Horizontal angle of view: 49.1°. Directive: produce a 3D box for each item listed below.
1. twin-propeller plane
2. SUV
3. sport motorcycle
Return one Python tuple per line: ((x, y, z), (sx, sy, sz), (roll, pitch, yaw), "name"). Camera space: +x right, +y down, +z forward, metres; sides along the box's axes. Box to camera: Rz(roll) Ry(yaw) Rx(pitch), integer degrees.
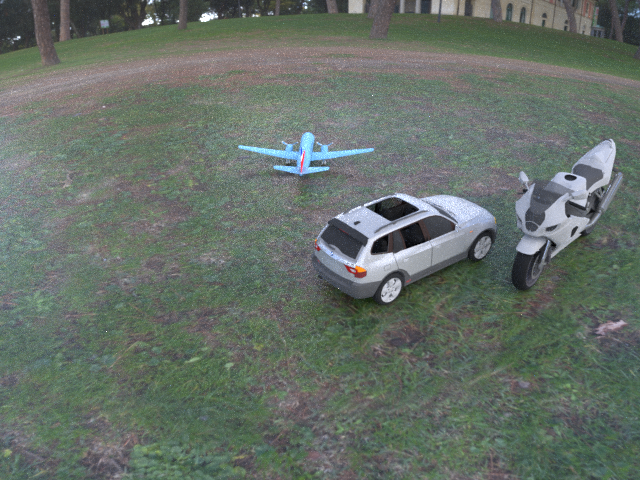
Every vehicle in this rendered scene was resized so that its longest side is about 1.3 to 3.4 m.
((-0.287, -1.756, 13.526), (2.663, 0.792, 2.129), (2, 30, 3), "twin-propeller plane")
((1.320, -0.097, 10.354), (3.058, 1.128, 1.276), (-21, 36, -32), "SUV")
((3.657, -0.418, 10.440), (0.983, 1.596, 2.955), (23, 37, 34), "sport motorcycle")
